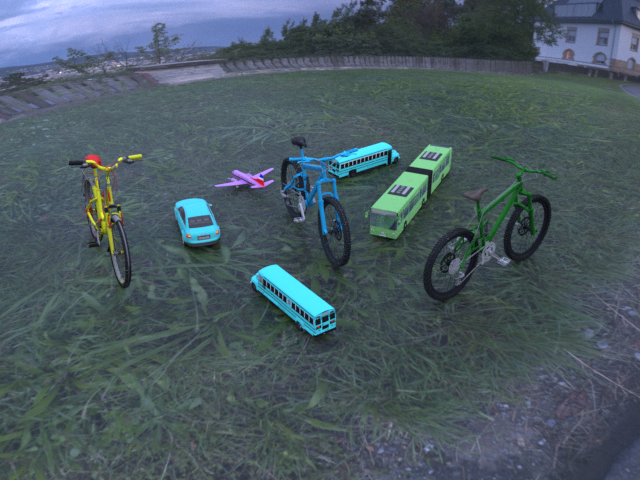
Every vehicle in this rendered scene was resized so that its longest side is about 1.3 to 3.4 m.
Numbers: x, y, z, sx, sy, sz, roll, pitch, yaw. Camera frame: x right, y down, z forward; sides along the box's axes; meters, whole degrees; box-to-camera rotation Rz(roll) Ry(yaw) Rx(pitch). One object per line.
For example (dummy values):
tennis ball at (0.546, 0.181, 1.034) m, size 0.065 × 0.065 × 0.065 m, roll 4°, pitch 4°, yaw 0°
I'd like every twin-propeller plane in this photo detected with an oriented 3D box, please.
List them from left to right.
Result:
twin-propeller plane at (-1.392, -1.212, 13.471) m, size 1.370 × 0.407 × 1.095 m, roll -22°, pitch 35°, yaw -35°

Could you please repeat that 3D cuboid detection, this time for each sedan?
sedan at (-2.096, -0.382, 11.833) m, size 0.635 × 0.483 × 1.613 m, roll -9°, pitch 29°, yaw -16°

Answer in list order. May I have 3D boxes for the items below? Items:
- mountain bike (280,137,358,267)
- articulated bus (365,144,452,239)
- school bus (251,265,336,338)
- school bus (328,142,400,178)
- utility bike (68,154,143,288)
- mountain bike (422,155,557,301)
mountain bike at (-0.129, -0.777, 11.293) m, size 1.114 × 1.688 × 2.857 m, roll -11°, pitch 30°, yaw -19°
articulated bus at (1.727, -0.970, 12.854) m, size 0.605 × 0.561 × 3.401 m, roll 12°, pitch 30°, yaw 22°
school bus at (-0.417, 0.784, 9.697) m, size 0.365 × 0.434 × 1.708 m, roll -18°, pitch 33°, yaw -31°
school bus at (0.932, -1.639, 14.244) m, size 1.708 × 0.434 × 0.365 m, roll -21°, pitch 34°, yaw -33°
utility bike at (-3.233, -0.544, 10.697) m, size 1.039 × 1.839 × 2.791 m, roll -14°, pitch 31°, yaw -25°
mountain bike at (2.534, -0.182, 10.179) m, size 2.857 × 1.688 × 1.114 m, roll -21°, pitch 35°, yaw -34°
